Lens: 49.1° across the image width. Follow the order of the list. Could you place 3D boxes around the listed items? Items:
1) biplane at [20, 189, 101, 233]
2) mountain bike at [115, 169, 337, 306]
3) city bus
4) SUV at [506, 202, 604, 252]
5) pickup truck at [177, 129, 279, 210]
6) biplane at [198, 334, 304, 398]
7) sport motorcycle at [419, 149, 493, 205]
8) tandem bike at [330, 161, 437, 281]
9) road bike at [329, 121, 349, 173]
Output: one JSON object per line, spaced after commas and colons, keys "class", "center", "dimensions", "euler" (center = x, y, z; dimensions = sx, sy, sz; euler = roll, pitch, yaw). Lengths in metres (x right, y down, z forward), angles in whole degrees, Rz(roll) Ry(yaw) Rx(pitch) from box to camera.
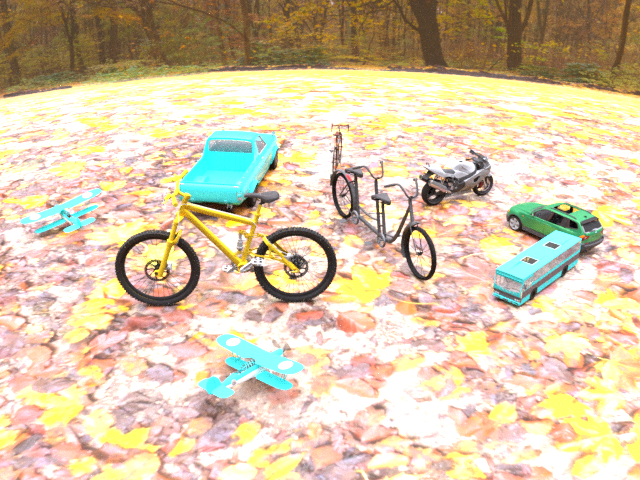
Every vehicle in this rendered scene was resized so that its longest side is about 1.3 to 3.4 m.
{"class": "biplane", "center": [-4.033, -0.364, 11.171], "dimensions": [1.336, 0.504, 1.090], "euler": [-20, 33, -35]}
{"class": "mountain bike", "center": [-1.204, 0.076, 8.936], "dimensions": [2.857, 1.688, 1.114], "euler": [-1, 26, -3]}
{"class": "city bus", "center": [3.027, 0.383, 9.703], "dimensions": [0.476, 0.460, 1.674], "euler": [23, 34, 39]}
{"class": "SUV", "center": [3.664, -0.301, 10.957], "dimensions": [0.656, 0.580, 1.572], "euler": [-17, 31, -30]}
{"class": "pickup truck", "center": [-1.595, -1.423, 12.772], "dimensions": [1.244, 0.993, 3.117], "euler": [4, 26, 8]}
{"class": "biplane", "center": [-0.792, 1.407, 7.570], "dimensions": [1.336, 0.504, 1.090], "euler": [24, 35, 39]}
{"class": "sport motorcycle", "center": [2.426, -1.080, 12.270], "dimensions": [1.520, 0.821, 0.506], "euler": [-11, 28, -22]}
{"class": "tandem bike", "center": [0.876, -0.536, 10.591], "dimensions": [0.550, 1.326, 3.192], "euler": [-12, 29, -23]}
{"class": "road bike", "center": [0.343, -1.800, 13.699], "dimensions": [0.358, 0.852, 1.545], "euler": [3, 26, 7]}
